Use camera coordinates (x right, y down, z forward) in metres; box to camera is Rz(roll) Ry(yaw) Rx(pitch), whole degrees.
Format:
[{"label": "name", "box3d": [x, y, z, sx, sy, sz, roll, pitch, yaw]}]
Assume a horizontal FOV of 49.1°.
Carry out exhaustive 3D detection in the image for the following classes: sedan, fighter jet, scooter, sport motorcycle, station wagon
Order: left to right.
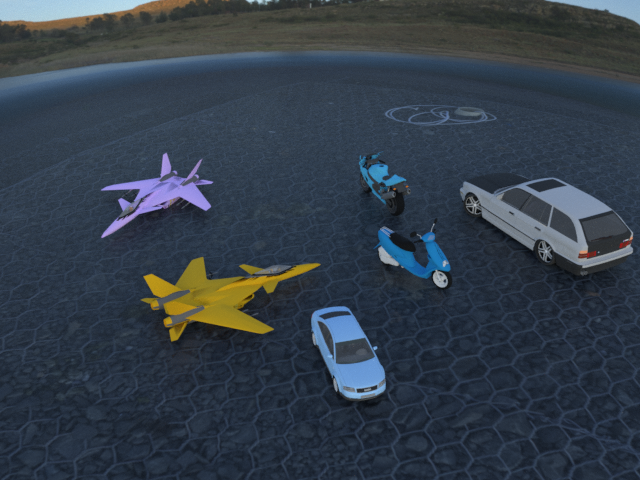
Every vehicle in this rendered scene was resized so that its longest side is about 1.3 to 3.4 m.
[{"label": "fighter jet", "box3d": [-3.049, -0.781, 12.355, 2.229, 0.557, 2.640, 11, 31, 19]}, {"label": "fighter jet", "box3d": [-1.103, 0.562, 9.929, 2.640, 0.557, 2.229, -17, 33, -28]}, {"label": "sedan", "box3d": [0.332, 1.324, 8.628, 0.635, 0.483, 1.613, -8, 30, -14]}, {"label": "sport motorcycle", "box3d": [1.104, -1.032, 12.537, 0.506, 0.821, 1.520, -13, 31, -22]}, {"label": "scooter", "box3d": [1.377, 0.135, 10.327, 1.399, 0.919, 0.662, 24, 37, 36]}, {"label": "station wagon", "box3d": [3.602, -0.518, 11.505, 1.327, 0.920, 3.105, -13, 32, -23]}]
